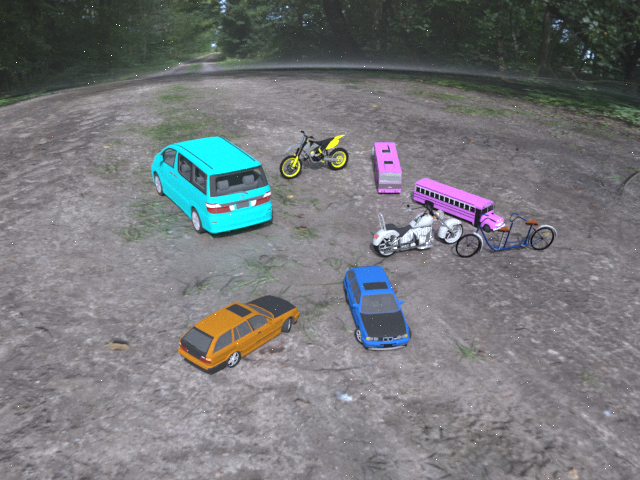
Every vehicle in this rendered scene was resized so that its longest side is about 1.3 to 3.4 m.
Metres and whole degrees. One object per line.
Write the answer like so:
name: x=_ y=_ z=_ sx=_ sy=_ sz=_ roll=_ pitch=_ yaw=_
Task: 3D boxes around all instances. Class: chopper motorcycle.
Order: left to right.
chopper motorcycle: x=1.509 y=-0.186 z=10.622 sx=1.563 sy=0.761 sz=0.466 roll=-12 pitch=29 yaw=-22

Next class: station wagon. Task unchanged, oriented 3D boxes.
station wagon: x=-0.946 y=1.036 z=8.500 sx=0.682 sy=0.473 sz=1.597 roll=21 pitch=33 yaw=36
station wagon: x=0.707 y=0.805 z=8.960 sx=0.682 sy=0.473 sz=1.597 roll=-3 pitch=27 yaw=-7

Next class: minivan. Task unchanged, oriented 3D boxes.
minivan: x=-1.949 y=-1.106 z=11.973 sx=1.324 sy=1.197 sz=3.011 roll=-15 pitch=30 yaw=-27

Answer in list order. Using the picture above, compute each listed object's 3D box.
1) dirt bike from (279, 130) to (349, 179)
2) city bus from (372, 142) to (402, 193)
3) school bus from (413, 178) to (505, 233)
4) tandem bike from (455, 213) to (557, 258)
dirt bike: x=-0.097 y=-1.660 z=13.460 sx=1.493 sy=0.857 sz=0.527 roll=-13 pitch=29 yaw=-24
city bus: x=1.272 y=-1.371 z=13.328 sx=0.476 sy=0.460 sz=1.674 roll=0 pitch=27 yaw=1
school bus: x=2.341 y=-0.597 z=11.808 sx=0.365 sy=0.434 sz=1.708 roll=-22 pitch=34 yaw=-37
tandem bike: x=2.823 y=-0.092 z=10.521 sx=1.642 sy=0.682 sz=0.283 roll=-5 pitch=27 yaw=-11
